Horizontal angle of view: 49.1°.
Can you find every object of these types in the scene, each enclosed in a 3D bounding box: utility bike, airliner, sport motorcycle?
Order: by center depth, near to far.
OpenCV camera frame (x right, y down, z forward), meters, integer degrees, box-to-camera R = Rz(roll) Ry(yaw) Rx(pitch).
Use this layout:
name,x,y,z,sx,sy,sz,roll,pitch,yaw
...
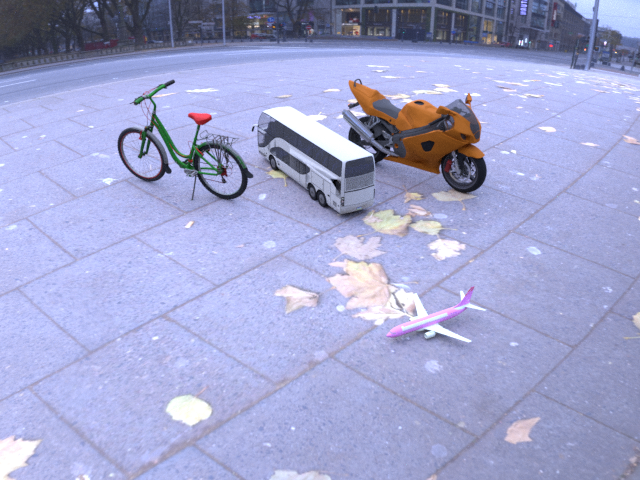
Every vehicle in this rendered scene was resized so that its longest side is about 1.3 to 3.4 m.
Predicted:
name,x,y,z,sx,sy,sz,roll,pitch,yaw
airliner,1.382,0.906,8.640,1.307,0.429,1.161,-14,32,-24
utility bike,-2.400,-1.613,11.734,2.791,1.839,1.039,13,32,22
sport motorcycle,1.669,-1.883,12.472,2.955,1.596,0.983,22,36,34

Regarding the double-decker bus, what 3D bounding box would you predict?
name,x,y,z,sx,sy,sz,roll,pitch,yaw
double-decker bus,-0.175,-1.497,12.337,0.756,1.052,3.251,-16,33,-26
